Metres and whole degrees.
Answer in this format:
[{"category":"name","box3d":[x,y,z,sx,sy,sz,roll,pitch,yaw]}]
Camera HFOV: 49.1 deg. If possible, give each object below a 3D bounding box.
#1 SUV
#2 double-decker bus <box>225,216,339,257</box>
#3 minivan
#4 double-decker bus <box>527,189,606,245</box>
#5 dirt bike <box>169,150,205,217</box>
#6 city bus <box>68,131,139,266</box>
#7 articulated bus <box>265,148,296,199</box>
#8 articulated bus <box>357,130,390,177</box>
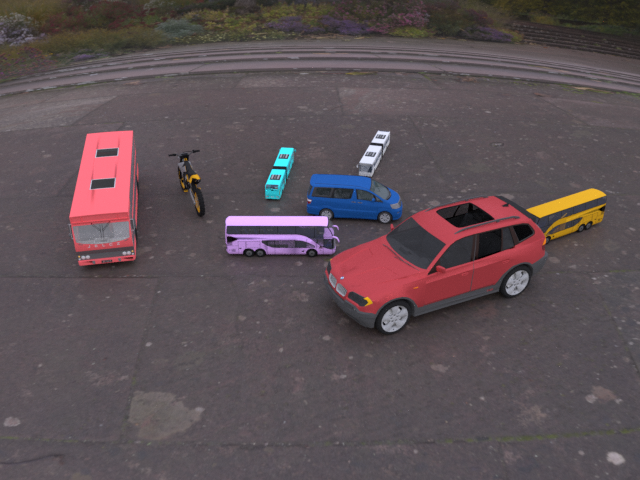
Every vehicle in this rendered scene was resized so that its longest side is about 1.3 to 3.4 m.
[{"category":"SUV","box3d":[1.554,0.211,9.240,3.058,1.128,1.276,-13,32,-22]},{"category":"double-decker bus","box3d":[-0.553,-0.061,10.311,1.672,0.541,0.389,0,30,0]},{"category":"minivan","box3d":[0.566,-0.691,11.345,1.548,0.616,0.681,3,30,5]},{"category":"double-decker bus","box3d":[3.719,-0.342,10.807,1.672,0.541,0.389,-16,34,-27]},{"category":"dirt bike","box3d":[-2.180,-1.013,11.665,0.527,0.857,1.493,-12,32,-21]},{"category":"city bus","box3d":[-3.356,-0.740,11.149,0.926,0.894,3.255,-6,30,-10]},{"category":"articulated bus","box3d":[-0.710,-1.219,12.604,0.311,0.289,1.749,3,30,6]},{"category":"articulated bus","box3d":[1.053,-1.674,13.403,0.311,0.289,1.749,8,31,14]}]
